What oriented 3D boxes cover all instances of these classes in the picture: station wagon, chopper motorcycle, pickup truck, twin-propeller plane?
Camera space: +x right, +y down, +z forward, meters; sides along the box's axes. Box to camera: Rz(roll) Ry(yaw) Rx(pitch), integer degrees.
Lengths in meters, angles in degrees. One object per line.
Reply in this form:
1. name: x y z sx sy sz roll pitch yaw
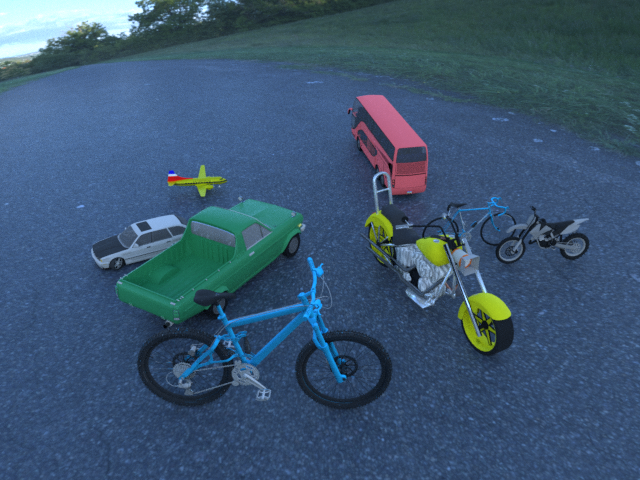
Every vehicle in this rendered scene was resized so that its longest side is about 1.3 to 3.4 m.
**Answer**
1. station wagon: -2.764 -0.005 10.951 1.597 0.473 0.682 -16 34 -26
2. chopper motorcycle: 1.538 0.249 9.511 0.906 1.480 3.040 -16 34 -25
3. pickup truck: -1.473 0.154 10.160 1.244 0.993 3.117 17 34 27
4. twin-propeller plane: -2.268 -1.129 12.955 1.095 0.407 1.370 -4 30 -7

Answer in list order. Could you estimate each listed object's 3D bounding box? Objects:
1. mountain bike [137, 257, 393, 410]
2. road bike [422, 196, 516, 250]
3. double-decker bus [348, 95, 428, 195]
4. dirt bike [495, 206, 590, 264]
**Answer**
1. mountain bike: -0.620 1.189 7.684 2.857 1.688 1.114 1 30 1
2. road bike: 2.361 -0.243 10.986 1.545 0.852 0.358 -4 30 -7
3. double-decker bus: 1.286 -1.958 13.742 0.756 1.052 3.251 -6 31 -10
4. dirt bike: 3.412 -0.036 10.623 1.493 0.857 0.527 -4 30 -6
